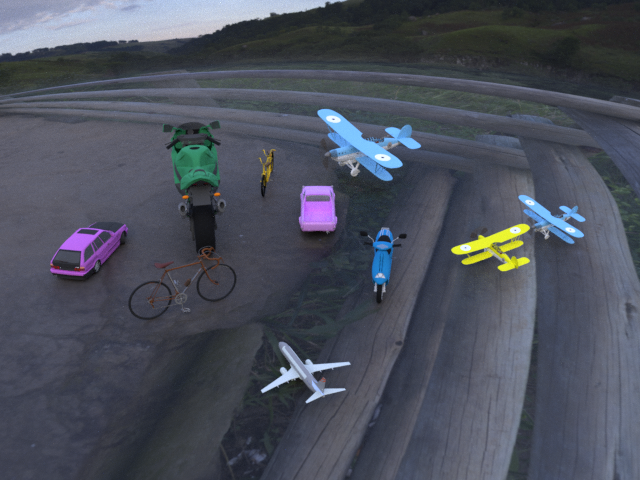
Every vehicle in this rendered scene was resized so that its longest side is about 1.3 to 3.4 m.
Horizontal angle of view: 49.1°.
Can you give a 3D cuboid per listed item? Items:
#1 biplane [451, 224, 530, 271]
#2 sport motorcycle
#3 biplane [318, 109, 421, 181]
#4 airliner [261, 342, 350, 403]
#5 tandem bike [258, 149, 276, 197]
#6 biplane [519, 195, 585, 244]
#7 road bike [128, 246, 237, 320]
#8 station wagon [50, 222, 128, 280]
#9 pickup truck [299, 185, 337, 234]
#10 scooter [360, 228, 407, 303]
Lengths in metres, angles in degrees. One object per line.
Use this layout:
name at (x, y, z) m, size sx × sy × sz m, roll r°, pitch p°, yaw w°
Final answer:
biplane at (2.693, 0.182, 10.722) m, size 1.336 × 0.504 × 1.090 m, roll -10°, pitch 30°, yaw -19°
sport motorcycle at (-2.041, -0.959, 11.694) m, size 0.983 × 1.596 × 2.955 m, roll -6°, pitch 29°, yaw -11°
biplane at (1.009, -1.854, 14.015) m, size 2.120 × 0.981 × 2.598 m, roll -16°, pitch 32°, yaw -28°
airliner at (-0.222, 1.480, 8.381) m, size 1.161 × 0.429 × 1.307 m, roll -13°, pitch 31°, yaw -23°
tandem bike at (-1.012, -1.417, 13.517) m, size 0.283 × 0.682 × 1.642 m, roll 2°, pitch 28°, yaw 3°
biplane at (3.919, -0.316, 11.651) m, size 1.090 × 0.504 × 1.336 m, roll -17°, pitch 32°, yaw -28°
road bike at (-1.869, 0.596, 9.582) m, size 1.545 × 0.852 × 0.358 m, roll -14°, pitch 31°, yaw -25°
station wagon at (-3.589, 0.059, 10.984) m, size 0.682 × 0.473 × 1.597 m, roll 5°, pitch 29°, yaw 10°
pickup truck at (-0.036, -0.587, 12.150) m, size 0.640 × 0.511 × 1.603 m, roll 0°, pitch 28°, yaw 0°
scooter at (0.914, 0.221, 10.210) m, size 0.662 × 0.919 × 1.399 m, roll 4°, pitch 28°, yaw 7°
